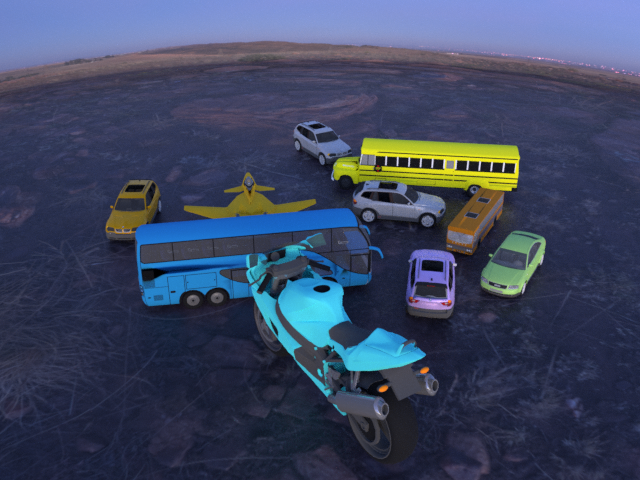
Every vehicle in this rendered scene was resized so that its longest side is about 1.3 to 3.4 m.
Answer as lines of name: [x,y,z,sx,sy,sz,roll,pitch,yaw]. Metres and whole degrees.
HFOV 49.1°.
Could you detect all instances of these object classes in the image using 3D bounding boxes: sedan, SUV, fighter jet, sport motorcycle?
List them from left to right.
SUV: [-3.026,-0.516,11.405,0.656,0.580,1.572,0,28,0]
fighter jet: [-1.204,-0.817,12.004,2.229,0.557,2.640,-3,28,-6]
SUV: [0.033,-1.999,14.230,0.656,0.580,1.572,-16,32,-28]
sport motorcycle: [0.052,1.041,7.346,0.983,1.596,2.955,-17,32,-29]
SUV: [1.304,-0.636,11.634,1.572,0.580,0.656,5,28,10]
SUV: [1.510,0.497,9.476,0.656,0.580,1.572,5,28,9]
sedan: [2.776,0.278,9.997,0.635,0.483,1.613,15,31,26]

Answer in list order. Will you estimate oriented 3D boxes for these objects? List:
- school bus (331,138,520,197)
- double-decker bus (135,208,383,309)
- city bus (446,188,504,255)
school bus: [1.872,-1.339,12.689,3.322,0.844,0.709,4,28,8]
double-decker bus: [-0.809,0.221,9.493,3.251,1.052,0.756,-5,28,-10]
city bus: [2.483,-0.305,11.133,0.476,0.460,1.674,14,31,25]
